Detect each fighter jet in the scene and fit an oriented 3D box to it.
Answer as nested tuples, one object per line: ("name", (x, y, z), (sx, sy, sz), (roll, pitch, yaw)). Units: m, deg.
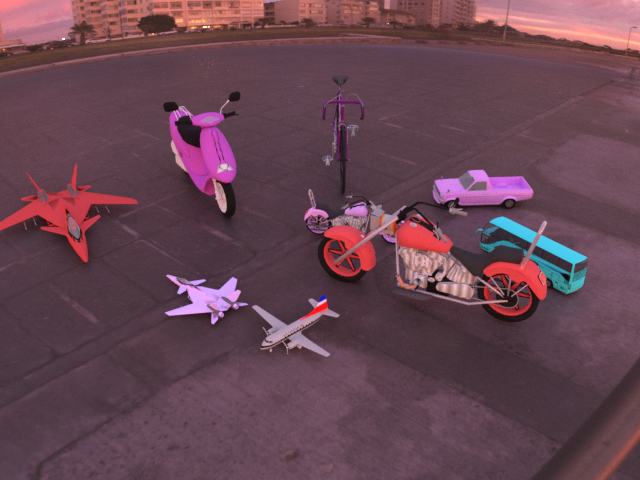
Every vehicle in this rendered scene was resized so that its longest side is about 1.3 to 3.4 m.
("fighter jet", (-1.630, 0.637, 9.270), (1.358, 0.286, 1.147), (24, 37, 36))
("fighter jet", (-3.912, -0.414, 10.859), (2.229, 0.557, 2.640), (-14, 32, -23))

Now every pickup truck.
("pickup truck", (2.714, -0.869, 11.712), (1.603, 0.511, 0.640), (-2, 29, -3))

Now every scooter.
("scooter", (-2.001, -1.625, 11.753), (1.288, 1.786, 2.721), (-15, 33, -24))

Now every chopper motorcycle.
("chopper motorcycle", (0.530, -0.354, 10.544), (1.563, 0.761, 0.466), (5, 30, 10))
("chopper motorcycle", (1.374, 0.135, 8.946), (3.040, 1.480, 0.906), (14, 32, 23))

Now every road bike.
("road bike", (0.375, -2.033, 12.611), (0.696, 1.656, 3.004), (0, 29, -1))

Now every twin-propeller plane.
("twin-propeller plane", (-0.299, 1.019, 8.470), (1.095, 0.407, 1.370), (-25, 38, -37))

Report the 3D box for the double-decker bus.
("double-decker bus", (2.942, 0.173, 9.834), (0.389, 0.541, 1.672), (-19, 35, -31))
